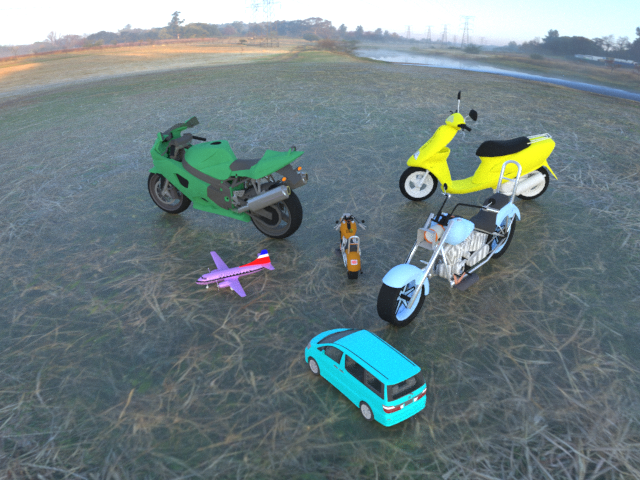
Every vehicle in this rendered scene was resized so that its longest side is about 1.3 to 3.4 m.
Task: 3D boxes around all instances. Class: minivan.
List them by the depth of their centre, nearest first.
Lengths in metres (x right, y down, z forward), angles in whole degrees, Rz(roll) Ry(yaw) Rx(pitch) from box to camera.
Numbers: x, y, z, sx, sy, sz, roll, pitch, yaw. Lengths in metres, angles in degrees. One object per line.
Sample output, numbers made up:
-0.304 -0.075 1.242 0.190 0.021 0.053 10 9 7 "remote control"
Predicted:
0.453 1.364 7.624 0.681 0.616 1.548 -18 33 -31 "minivan"

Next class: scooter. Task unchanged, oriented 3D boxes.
2.726 -1.496 11.887 2.721 1.786 1.288 -1 27 -1 "scooter"

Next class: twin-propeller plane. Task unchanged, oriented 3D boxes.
-1.195 0.408 9.703 1.095 0.407 1.370 -12 30 -22 "twin-propeller plane"

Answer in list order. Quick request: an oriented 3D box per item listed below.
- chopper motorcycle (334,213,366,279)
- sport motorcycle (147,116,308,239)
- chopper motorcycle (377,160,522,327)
0.422 -0.036 10.177 0.466 0.761 1.563 -2 27 -3 "chopper motorcycle"
-1.554 -0.955 11.046 2.955 1.596 0.983 13 30 23 "sport motorcycle"
1.808 -0.010 9.343 0.906 1.480 3.040 23 35 37 "chopper motorcycle"
